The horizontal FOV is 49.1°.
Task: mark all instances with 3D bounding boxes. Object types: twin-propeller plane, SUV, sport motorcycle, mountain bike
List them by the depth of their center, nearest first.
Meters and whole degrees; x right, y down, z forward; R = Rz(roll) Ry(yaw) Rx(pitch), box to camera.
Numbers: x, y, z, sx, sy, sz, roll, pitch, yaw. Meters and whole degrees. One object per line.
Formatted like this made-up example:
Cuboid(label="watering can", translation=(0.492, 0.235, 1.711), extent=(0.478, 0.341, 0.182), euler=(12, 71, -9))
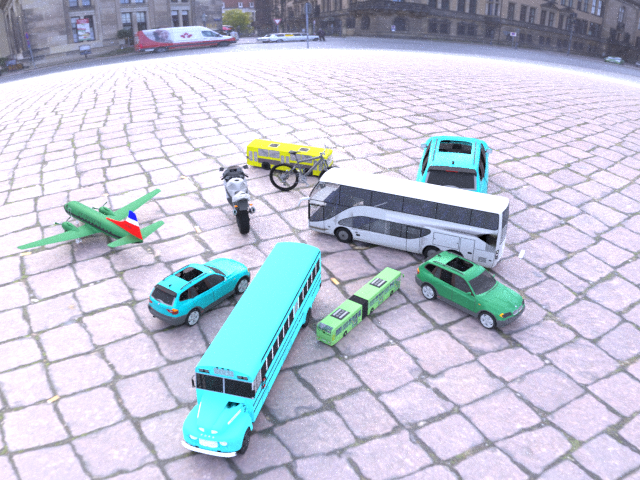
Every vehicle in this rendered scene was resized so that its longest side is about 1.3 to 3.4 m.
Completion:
Cuboid(label="SUV", translation=(2.056, 0.640, 9.653), extent=(1.572, 0.580, 0.656), euler=(26, 39, 38))
Cuboid(label="SUV", translation=(-1.648, 0.621, 9.687), extent=(0.656, 0.580, 1.572), euler=(20, 35, 31))
Cuboid(label="twin-propeller plane", translation=(-3.508, -0.368, 11.210), extent=(2.129, 0.792, 2.663), euler=(22, 37, 34))
Cuboid(label="sport motorcycle", translation=(-1.378, -0.718, 11.795), extent=(0.506, 0.821, 1.520), euler=(-7, 30, -12))
Cuboid(label="SUV", translation=(2.394, -1.301, 12.510), extent=(1.276, 1.128, 3.058), euler=(6, 30, 11))
Cuboid(label="mountain bike", translation=(-0.207, -1.251, 12.685), extent=(1.469, 0.868, 0.573), euler=(5, 30, 9))

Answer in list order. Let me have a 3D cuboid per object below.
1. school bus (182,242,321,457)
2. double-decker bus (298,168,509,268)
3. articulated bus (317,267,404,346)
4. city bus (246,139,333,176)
Cuboid(label="school bus", translation=(-0.728, 1.175, 8.447), extent=(0.709, 0.844, 3.322), euler=(8, 31, 13))
Cuboid(label="double-decker bus", translation=(1.275, -0.387, 10.981), extent=(3.251, 1.052, 0.756), euler=(12, 32, 21))
Cuboid(label="articulated bus", translation=(0.567, 0.876, 9.534), extent=(0.311, 0.289, 1.749), euler=(20, 35, 31))
Cuboid(label="city bus", translation=(-0.596, -1.596, 13.703), extent=(1.674, 0.460, 0.476), euler=(10, 31, 17))
